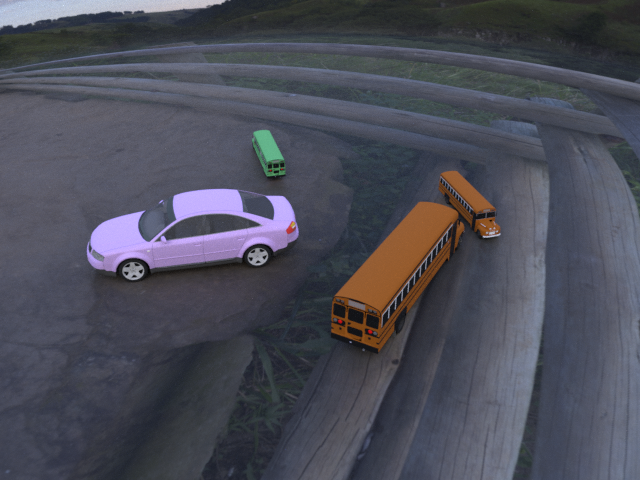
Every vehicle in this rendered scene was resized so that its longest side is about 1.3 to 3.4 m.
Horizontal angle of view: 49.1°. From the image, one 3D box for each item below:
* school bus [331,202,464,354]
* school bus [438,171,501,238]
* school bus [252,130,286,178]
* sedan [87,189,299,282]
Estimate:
[{"bbox_3d":[1.218,0.329,9.759,0.709,0.844,3.322,16,35,24],"label":"school bus"},{"bbox_3d":[2.486,-0.598,11.652,0.365,0.434,1.708,-8,33,-13],"label":"school bus"},{"bbox_3d":[-1.007,-1.689,13.419,0.365,0.434,1.708,-8,33,-12],"label":"school bus"},{"bbox_3d":[-1.893,-0.177,10.488,3.137,0.940,1.235,-7,32,-11],"label":"sedan"}]
